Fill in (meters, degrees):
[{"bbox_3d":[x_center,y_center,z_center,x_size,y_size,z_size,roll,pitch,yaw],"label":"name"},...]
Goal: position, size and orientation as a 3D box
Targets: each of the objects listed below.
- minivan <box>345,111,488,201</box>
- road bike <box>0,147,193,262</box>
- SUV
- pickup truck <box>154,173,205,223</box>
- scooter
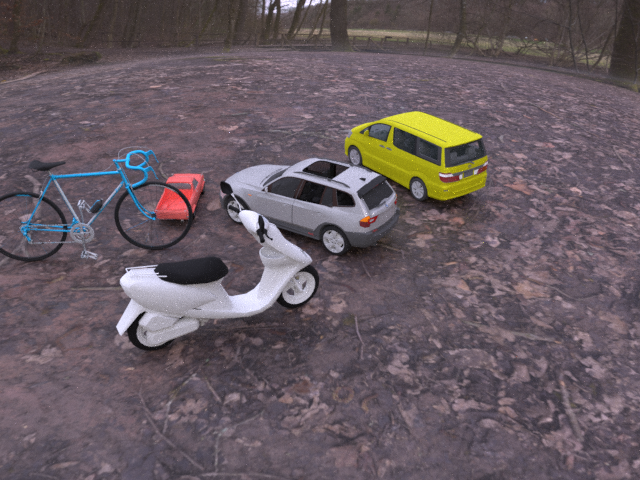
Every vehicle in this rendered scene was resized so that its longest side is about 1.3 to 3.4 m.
[{"bbox_3d":[1.690,-1.716,13.006,1.324,1.197,3.011,-19,34,-30],"label":"minivan"},{"bbox_3d":[-3.424,-0.488,10.344,3.004,1.656,0.697,-5,30,-9],"label":"road bike"},{"bbox_3d":[-0.217,-0.734,11.323,3.058,1.128,1.276,17,34,28],"label":"SUV"},{"bbox_3d":[-2.401,-0.791,12.056,0.640,0.511,1.603,1,29,1],"label":"pickup truck"},{"bbox_3d":[-1.215,0.361,8.695,2.721,1.786,1.288,-15,32,-24],"label":"scooter"}]
